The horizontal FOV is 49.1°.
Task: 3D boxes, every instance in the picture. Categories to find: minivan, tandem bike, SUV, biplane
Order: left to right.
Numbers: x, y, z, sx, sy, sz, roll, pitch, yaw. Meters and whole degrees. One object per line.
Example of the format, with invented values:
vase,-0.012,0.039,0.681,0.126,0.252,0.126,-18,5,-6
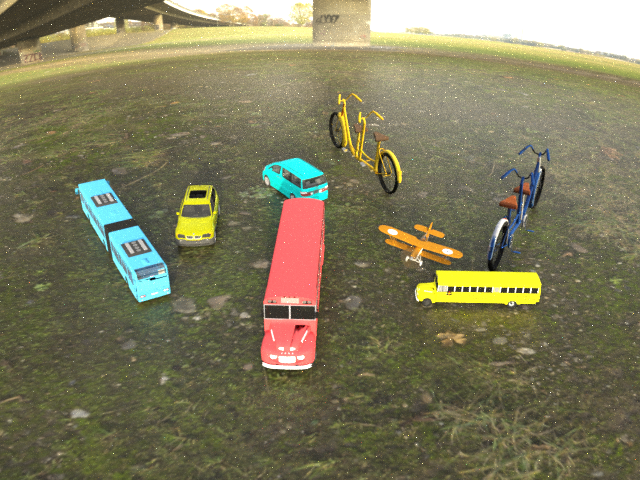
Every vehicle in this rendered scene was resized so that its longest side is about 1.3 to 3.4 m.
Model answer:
SUV,-2.037,-0.437,11.698,0.656,0.580,1.572,-2,30,-3
minivan,-0.487,-1.160,12.920,0.681,0.616,1.548,-18,35,-29
tandem bike,0.817,-1.984,13.643,0.550,1.326,3.192,-12,32,-19
biplane,1.595,0.068,10.894,1.336,0.504,1.090,13,32,21
tandem bike,3.233,-0.633,11.291,0.550,1.326,3.192,16,33,25

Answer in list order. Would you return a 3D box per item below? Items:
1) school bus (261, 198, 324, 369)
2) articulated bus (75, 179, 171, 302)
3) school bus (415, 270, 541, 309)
school bus,-0.326,0.510,9.784,0.709,0.844,3.322,1,30,2
articulated bus,-3.175,-0.093,11.118,0.605,0.561,3.401,-16,33,-25
school bus,2.214,0.685,9.891,1.708,0.434,0.365,1,30,2
